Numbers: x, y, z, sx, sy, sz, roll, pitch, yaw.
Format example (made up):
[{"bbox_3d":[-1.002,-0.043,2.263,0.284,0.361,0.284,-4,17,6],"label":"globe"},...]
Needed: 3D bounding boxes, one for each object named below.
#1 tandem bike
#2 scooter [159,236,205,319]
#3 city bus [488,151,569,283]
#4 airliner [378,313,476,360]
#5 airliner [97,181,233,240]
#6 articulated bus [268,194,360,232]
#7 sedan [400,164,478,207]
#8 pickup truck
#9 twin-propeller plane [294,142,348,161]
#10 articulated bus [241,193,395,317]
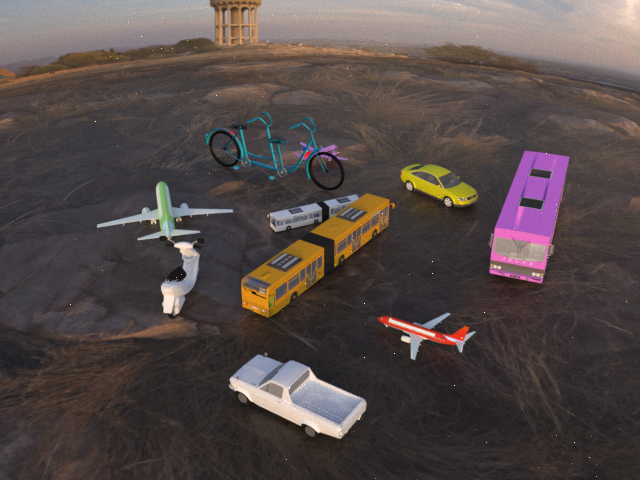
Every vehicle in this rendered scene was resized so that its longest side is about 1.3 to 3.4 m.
[{"bbox_3d":[-0.934,-1.815,13.548,3.192,1.326,0.550,15,33,25],"label":"tandem bike"},{"bbox_3d":[-1.969,0.438,9.941,0.662,0.919,1.399,4,29,7],"label":"scooter"},{"bbox_3d":[3.499,-0.452,11.554,0.926,0.894,3.255,11,31,19],"label":"city bus"},{"bbox_3d":[1.342,1.127,9.210,1.307,0.429,1.161,17,33,27],"label":"airliner"},{"bbox_3d":[-2.670,-0.666,11.997,2.257,0.835,2.541,-7,30,-13],"label":"airliner"},{"bbox_3d":[-0.045,-0.477,12.220,1.749,0.289,0.311,-14,32,-23],"label":"articulated bus"},{"bbox_3d":[2.219,-1.072,13.083,0.635,0.483,1.613,-24,37,-36],"label":"sedan"},{"bbox_3d":[-0.275,1.743,8.027,1.603,0.511,0.640,18,34,29],"label":"pickup truck"},{"bbox_3d":[0.005,-1.857,14.563,1.370,0.407,1.095,25,38,37],"label":"twin-propeller plane"},{"bbox_3d":[0.059,0.139,10.839,0.605,0.561,3.401,18,34,30],"label":"articulated bus"}]
